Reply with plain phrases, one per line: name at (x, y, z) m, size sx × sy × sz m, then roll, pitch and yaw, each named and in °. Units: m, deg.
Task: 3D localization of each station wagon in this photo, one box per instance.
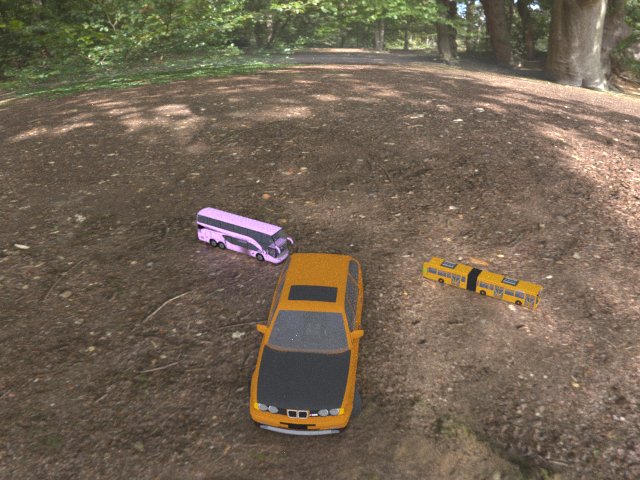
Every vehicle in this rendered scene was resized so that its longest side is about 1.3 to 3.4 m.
station wagon at (-0.093, 1.077, 8.666) m, size 1.327 × 0.920 × 3.105 m, roll 3°, pitch 28°, yaw 5°

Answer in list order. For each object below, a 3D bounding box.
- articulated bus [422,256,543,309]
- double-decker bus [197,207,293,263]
articulated bus at (2.351, 0.608, 10.220) m, size 1.749 × 0.289 × 0.311 m, roll 16°, pitch 32°, yaw 27°
double-decker bus at (-1.233, -0.071, 11.229) m, size 1.672 × 0.541 × 0.389 m, roll 16°, pitch 32°, yaw 27°
